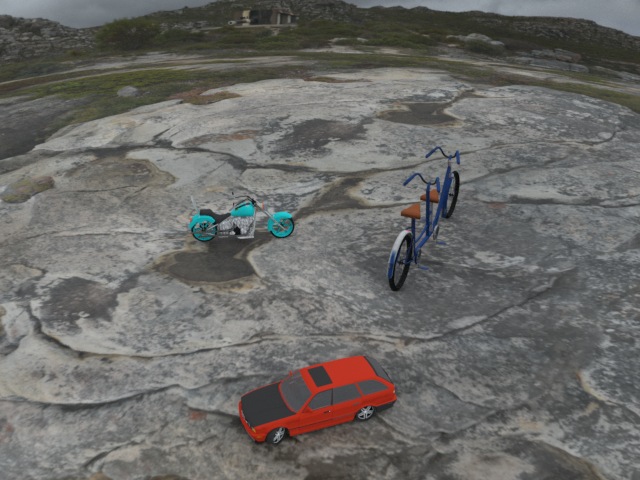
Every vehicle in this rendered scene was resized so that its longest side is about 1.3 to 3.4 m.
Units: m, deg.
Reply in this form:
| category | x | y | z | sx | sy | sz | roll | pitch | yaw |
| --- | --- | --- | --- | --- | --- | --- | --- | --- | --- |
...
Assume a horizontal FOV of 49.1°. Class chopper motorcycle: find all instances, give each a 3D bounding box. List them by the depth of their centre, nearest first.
| category | x | y | z | sx | sy | sz | roll | pitch | yaw |
| --- | --- | --- | --- | --- | --- | --- | --- | --- | --- |
| chopper motorcycle | -1.163 | -0.343 | 10.396 | 1.563 | 0.761 | 0.466 | -4 | 29 | -8 |

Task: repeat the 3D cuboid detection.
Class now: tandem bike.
| category | x | y | z | sx | sy | sz | roll | pitch | yaw |
| --- | --- | --- | --- | --- | --- | --- | --- | --- | --- |
| tandem bike | 1.545 | -0.432 | 9.966 | 0.550 | 1.326 | 3.192 | 13 | 31 | 22 |

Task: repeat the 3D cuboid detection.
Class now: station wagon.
| category | x | y | z | sx | sy | sz | roll | pitch | yaw |
| --- | --- | --- | --- | --- | --- | --- | --- | --- | --- |
| station wagon | -0.035 | 1.576 | 7.134 | 1.597 | 0.473 | 0.682 | -10 | 30 | -18 |
